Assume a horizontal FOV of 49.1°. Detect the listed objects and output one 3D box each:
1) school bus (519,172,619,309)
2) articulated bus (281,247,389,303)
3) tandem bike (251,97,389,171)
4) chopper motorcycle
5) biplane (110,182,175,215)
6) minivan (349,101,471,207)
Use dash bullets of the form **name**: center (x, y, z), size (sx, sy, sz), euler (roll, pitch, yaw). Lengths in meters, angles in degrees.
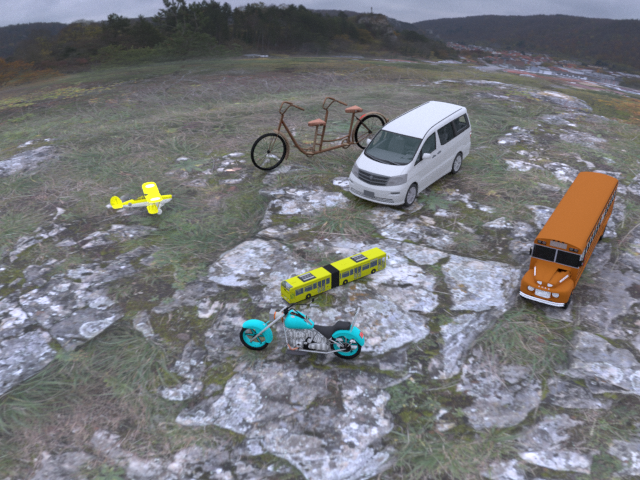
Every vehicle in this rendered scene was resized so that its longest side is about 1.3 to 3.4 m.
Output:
- **school bus**: center (3.822, -0.076, 10.606), size (0.709, 0.844, 3.322), euler (16, 32, 26)
- **articulated bus**: center (0.232, 0.498, 10.133), size (1.749, 0.289, 0.311), euler (-19, 34, -30)
- **tandem bike**: center (0.060, -2.232, 14.055), size (3.192, 1.326, 0.550), euler (-15, 32, -25)
- **chopper motorcycle**: center (-0.228, 1.080, 8.574), size (1.563, 0.761, 0.466), euler (5, 29, 10)
- **biplane**: center (-3.041, -0.674, 12.055), size (1.090, 0.504, 1.336), euler (-9, 30, -16)
- **minivan**: center (1.739, -1.663, 13.146), size (1.324, 1.197, 3.011), euler (19, 34, 31)
